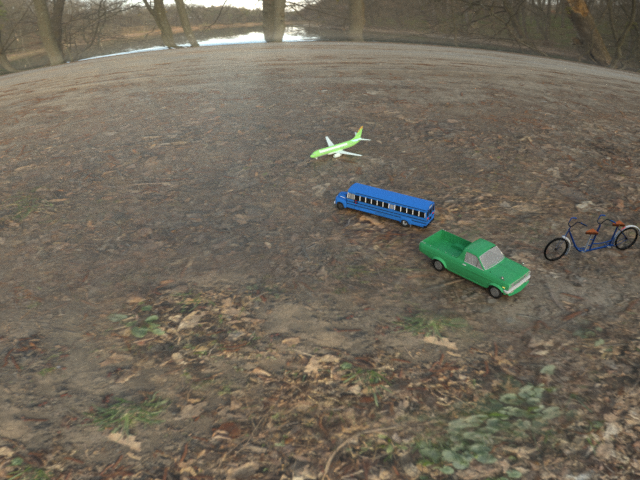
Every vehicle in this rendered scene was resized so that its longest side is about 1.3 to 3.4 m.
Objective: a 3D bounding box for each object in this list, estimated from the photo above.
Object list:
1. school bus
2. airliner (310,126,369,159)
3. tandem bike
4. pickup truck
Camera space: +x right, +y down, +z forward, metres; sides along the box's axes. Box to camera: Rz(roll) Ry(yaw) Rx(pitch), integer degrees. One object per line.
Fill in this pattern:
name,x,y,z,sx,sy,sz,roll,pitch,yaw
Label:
school bus,1.034,-0.588,11.550,1.708,0.434,0.365,16,34,25
airliner,0.344,-1.905,13.765,1.307,0.429,1.161,-20,36,-30
tandem bike,4.090,-0.062,10.425,1.642,0.682,0.283,-8,32,-13
pickup truck,2.200,0.268,10.036,0.640,0.511,1.603,-27,40,-37
